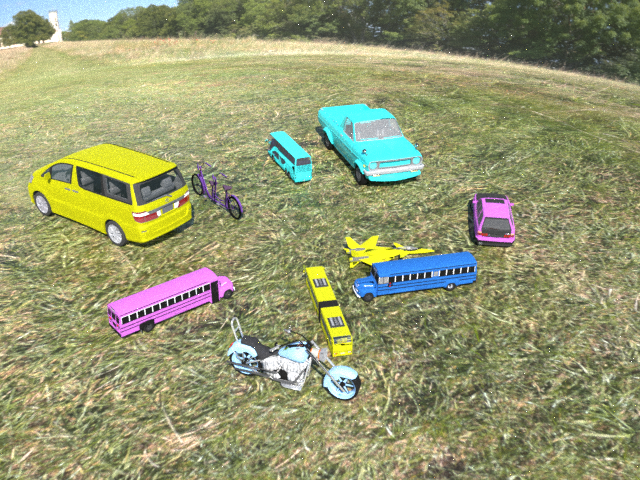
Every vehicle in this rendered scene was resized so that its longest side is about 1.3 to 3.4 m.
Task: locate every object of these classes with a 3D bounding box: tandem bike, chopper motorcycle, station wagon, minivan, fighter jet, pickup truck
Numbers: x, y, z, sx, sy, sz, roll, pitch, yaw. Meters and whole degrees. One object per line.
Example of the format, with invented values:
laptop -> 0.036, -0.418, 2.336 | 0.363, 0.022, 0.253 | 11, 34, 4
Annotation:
tandem bike -> -1.781, -0.872, 11.883 | 0.283, 0.682, 1.642 | -21, 35, -33
chopper motorcycle -> -0.305, 1.317, 7.758 | 1.563, 0.761, 0.466 | 9, 30, 17
station wagon -> 2.793, -0.435, 11.294 | 0.682, 0.473, 1.597 | 4, 29, 8
minivan -> -3.507, -0.881, 11.359 | 3.011, 1.197, 1.324 | 19, 34, 31
fighter jet -> 1.060, 0.134, 10.441 | 1.358, 0.286, 1.147 | -4, 29, -7
pickup truck -> 0.916, -2.054, 13.740 | 1.244, 0.993, 3.117 | -8, 30, -15

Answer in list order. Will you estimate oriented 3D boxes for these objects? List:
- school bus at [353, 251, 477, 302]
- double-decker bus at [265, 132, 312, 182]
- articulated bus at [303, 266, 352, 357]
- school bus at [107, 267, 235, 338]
school bus -> 1.299, 0.492, 9.625 | 1.708, 0.434, 0.365 | -7, 29, -12
double-decker bus -> -0.605, -1.621, 13.415 | 0.389, 0.541, 1.672 | -11, 30, -19
articulated bus -> 0.093, 0.881, 9.059 | 0.311, 0.289, 1.749 | -6, 29, -10
school bus -> -1.894, 0.765, 9.120 | 1.708, 0.434, 0.365 | -22, 35, -34
